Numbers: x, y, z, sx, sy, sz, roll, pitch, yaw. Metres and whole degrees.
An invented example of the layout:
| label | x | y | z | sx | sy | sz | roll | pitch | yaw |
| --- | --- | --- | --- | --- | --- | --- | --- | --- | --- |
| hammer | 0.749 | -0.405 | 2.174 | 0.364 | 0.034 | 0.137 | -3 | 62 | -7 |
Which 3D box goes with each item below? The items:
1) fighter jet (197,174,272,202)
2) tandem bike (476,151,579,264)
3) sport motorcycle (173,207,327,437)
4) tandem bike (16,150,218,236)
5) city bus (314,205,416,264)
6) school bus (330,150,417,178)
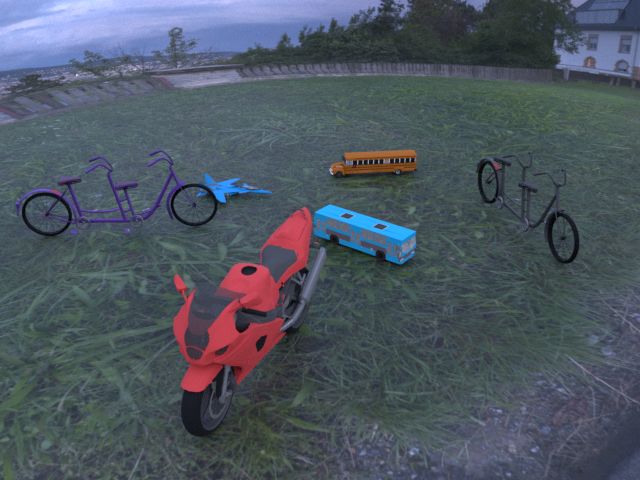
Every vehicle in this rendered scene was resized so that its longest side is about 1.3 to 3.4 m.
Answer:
| label | x | y | z | sx | sy | sz | roll | pitch | yaw |
| --- | --- | --- | --- | --- | --- | --- | --- | --- | --- |
| fighter jet | -1.552 | -0.988 | 12.985 | 1.358 | 0.286 | 1.147 | 3 | 27 | 7 |
| tandem bike | 3.331 | -0.789 | 11.434 | 0.550 | 1.326 | 3.192 | -7 | 28 | -14 |
| sport motorcycle | -0.746 | 0.828 | 7.921 | 0.983 | 1.596 | 2.955 | 10 | 29 | 20 |
| tandem bike | -3.283 | -0.738 | 11.333 | 3.192 | 1.326 | 0.550 | -4 | 27 | -8 |
| city bus | 0.683 | -0.085 | 10.998 | 1.674 | 0.460 | 0.476 | 19 | 33 | 33 |
| school bus | 1.050 | -1.518 | 13.872 | 1.708 | 0.434 | 0.365 | -3 | 27 | -7 |
